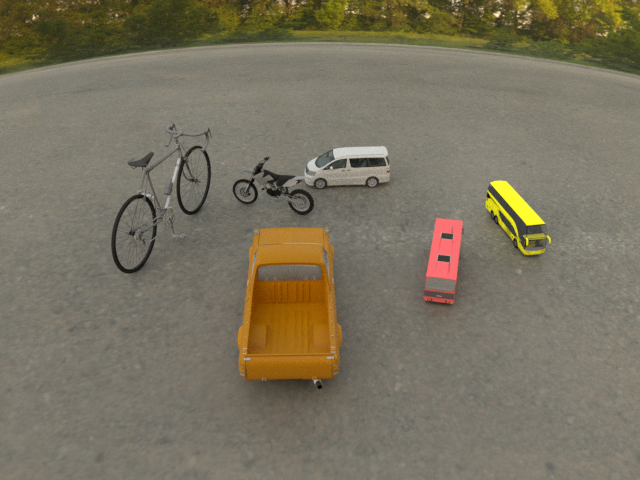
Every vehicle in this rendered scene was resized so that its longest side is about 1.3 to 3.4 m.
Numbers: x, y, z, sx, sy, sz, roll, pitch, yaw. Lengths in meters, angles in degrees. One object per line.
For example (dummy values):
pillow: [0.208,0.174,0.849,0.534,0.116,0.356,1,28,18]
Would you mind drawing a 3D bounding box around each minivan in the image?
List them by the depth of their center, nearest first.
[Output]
minivan: [0.490,-1.337,12.711,1.548,0.616,0.681,-2,31,-3]

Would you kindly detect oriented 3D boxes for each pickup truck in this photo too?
pickup truck: [-0.379,0.649,9.026,1.244,0.993,3.117,-1,31,-1]

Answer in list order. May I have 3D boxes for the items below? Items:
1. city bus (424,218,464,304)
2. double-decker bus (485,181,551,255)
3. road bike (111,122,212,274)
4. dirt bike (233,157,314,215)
city bus: [1.799,0.294,10.139,0.476,0.460,1.674,7,32,11]
double-decker bus: [3.114,-0.353,11.141,0.389,0.541,1.672,-5,31,-9]
road bike: [-2.371,-0.748,10.715,0.696,1.656,3.004,10,32,16]
dirt bike: [-0.802,-0.894,11.736,1.493,0.857,0.527,11,33,17]
